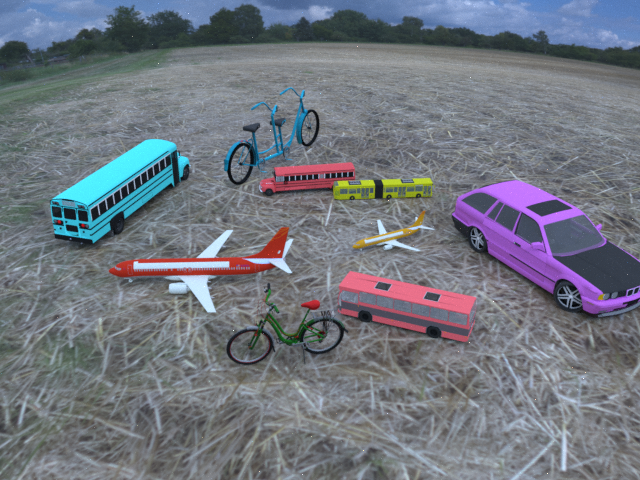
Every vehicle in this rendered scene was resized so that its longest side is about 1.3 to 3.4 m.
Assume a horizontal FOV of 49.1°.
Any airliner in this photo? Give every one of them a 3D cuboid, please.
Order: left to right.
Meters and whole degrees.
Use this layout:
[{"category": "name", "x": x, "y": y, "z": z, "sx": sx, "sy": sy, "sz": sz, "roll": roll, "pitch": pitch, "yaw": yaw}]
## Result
[{"category": "airliner", "x": -1.638, "y": 0.210, "z": 9.539, "sx": 2.541, "sy": 0.835, "sz": 2.257, "roll": 0, "pitch": 27, "yaw": -1}, {"category": "airliner", "x": 1.066, "y": -0.135, "z": 10.642, "sx": 1.307, "sy": 0.429, "sz": 1.161, "roll": -13, "pitch": 30, "yaw": -24}]

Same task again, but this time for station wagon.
[{"category": "station wagon", "x": 3.221, "y": -0.026, "z": 9.900, "sx": 1.327, "sy": 0.920, "sz": 3.105, "roll": -13, "pitch": 30, "yaw": -24}]

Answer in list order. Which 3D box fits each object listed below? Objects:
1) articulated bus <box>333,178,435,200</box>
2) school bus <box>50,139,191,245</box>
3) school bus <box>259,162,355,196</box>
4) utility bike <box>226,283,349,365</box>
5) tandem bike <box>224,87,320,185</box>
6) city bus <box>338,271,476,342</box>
[{"category": "articulated bus", "x": 1.112, "y": -0.894, "z": 12.258, "sx": 1.749, "sy": 0.289, "sz": 0.311, "roll": -2, "pitch": 28, "yaw": -4}, {"category": "school bus", "x": -3.184, "y": -0.932, "z": 11.729, "sx": 0.709, "sy": 0.844, "sz": 3.322, "roll": 8, "pitch": 29, "yaw": 15}, {"category": "school bus", "x": -0.231, "y": -1.096, "z": 12.488, "sx": 1.708, "sy": 0.434, "sz": 0.365, "roll": -5, "pitch": 28, "yaw": -9}, {"category": "utility bike", "x": -0.347, "y": 0.999, "z": 7.897, "sx": 1.435, "sy": 0.946, "sz": 0.535, "roll": -7, "pitch": 28, "yaw": -13}, {"category": "tandem bike", "x": -0.850, "y": -2.070, "z": 13.398, "sx": 0.550, "sy": 1.326, "sz": 3.192, "roll": 15, "pitch": 31, "yaw": 27}, {"category": "city bus", "x": 1.071, "y": 0.835, "z": 8.740, "sx": 1.674, "sy": 0.460, "sz": 0.476, "roll": 11, "pitch": 29, "yaw": 20}]
